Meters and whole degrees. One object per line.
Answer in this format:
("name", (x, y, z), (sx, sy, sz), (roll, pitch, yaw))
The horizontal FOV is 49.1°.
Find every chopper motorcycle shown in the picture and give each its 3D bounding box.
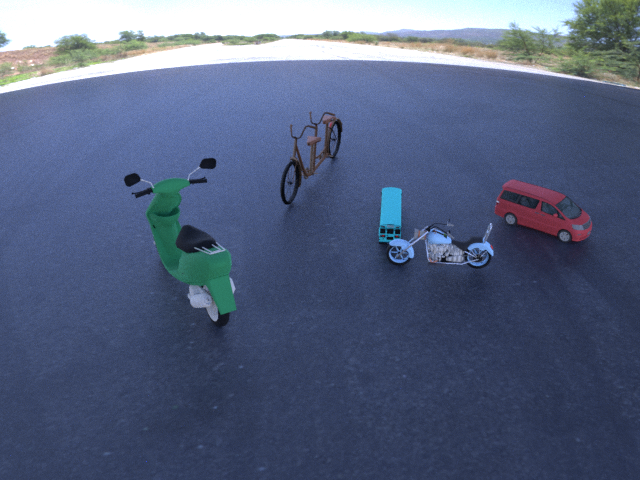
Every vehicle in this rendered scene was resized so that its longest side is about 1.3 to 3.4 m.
("chopper motorcycle", (1.774, 0.059, 10.336), (1.563, 0.761, 0.466), (4, 29, 7))

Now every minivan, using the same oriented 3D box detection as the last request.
("minivan", (3.687, -0.489, 11.505), (1.548, 0.616, 0.681), (22, 35, 35))

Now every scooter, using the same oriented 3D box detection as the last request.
("scooter", (-1.824, -0.070, 9.495), (1.288, 1.786, 2.721), (-16, 32, -27))

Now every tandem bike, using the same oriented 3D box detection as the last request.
("tandem bike", (-0.104, -1.771, 13.134), (0.550, 1.326, 3.192), (10, 30, 18))

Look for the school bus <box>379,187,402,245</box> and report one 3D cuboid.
("school bus", (1.175, -0.445, 11.615), (0.365, 0.434, 1.708), (3, 28, 5))
